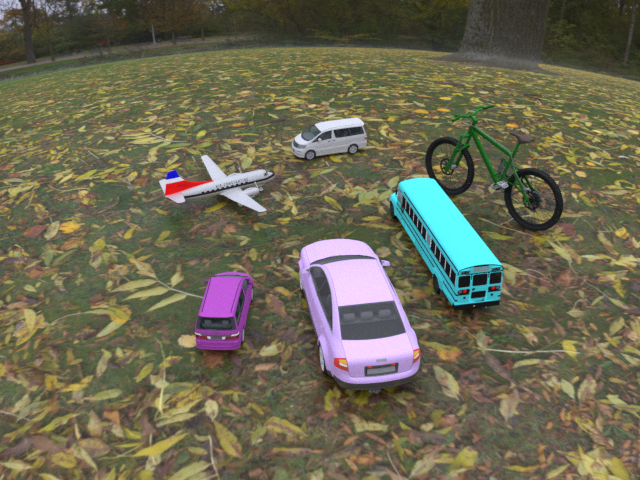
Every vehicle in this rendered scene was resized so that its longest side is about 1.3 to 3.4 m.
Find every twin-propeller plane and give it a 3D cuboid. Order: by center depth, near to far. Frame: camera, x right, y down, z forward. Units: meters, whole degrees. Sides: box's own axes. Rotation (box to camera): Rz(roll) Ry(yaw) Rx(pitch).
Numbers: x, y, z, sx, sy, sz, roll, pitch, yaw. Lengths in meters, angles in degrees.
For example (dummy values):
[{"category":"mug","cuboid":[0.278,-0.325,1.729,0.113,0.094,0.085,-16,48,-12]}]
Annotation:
[{"category":"twin-propeller plane","cuboid":[-1.761,-1.062,12.530,2.129,0.792,2.663,-16,34,-26]}]

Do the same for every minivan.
[{"category":"minivan","cuboid":[-1.273,0.845,9.458,0.681,0.616,1.548,1,30,2]},{"category":"minivan","cuboid":[0.183,-2.111,14.489,1.548,0.616,0.681,-10,32,-17]}]

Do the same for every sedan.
[{"category":"sedan","cuboid":[0.435,0.742,9.313,1.235,0.940,3.137,-5,31,-9]}]

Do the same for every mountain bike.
[{"category":"mountain bike","cuboid":[2.935,-1.263,11.988,1.114,1.688,2.857,-24,38,-35]}]

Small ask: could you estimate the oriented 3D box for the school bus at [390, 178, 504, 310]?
[{"category":"school bus","cuboid":[1.828,-0.114,10.864,0.709,0.844,3.322,-6,31,-10]}]
